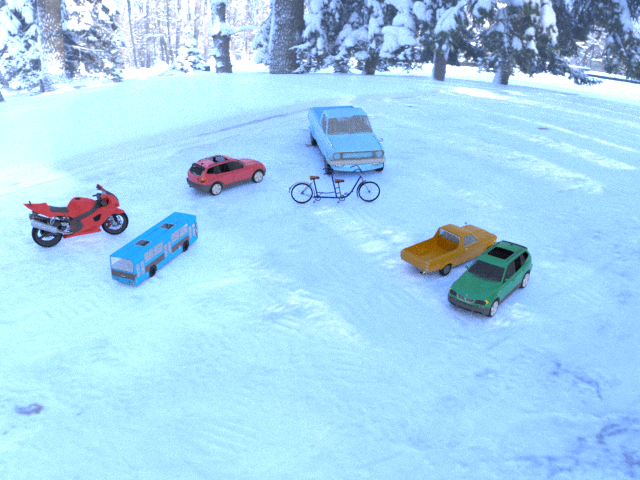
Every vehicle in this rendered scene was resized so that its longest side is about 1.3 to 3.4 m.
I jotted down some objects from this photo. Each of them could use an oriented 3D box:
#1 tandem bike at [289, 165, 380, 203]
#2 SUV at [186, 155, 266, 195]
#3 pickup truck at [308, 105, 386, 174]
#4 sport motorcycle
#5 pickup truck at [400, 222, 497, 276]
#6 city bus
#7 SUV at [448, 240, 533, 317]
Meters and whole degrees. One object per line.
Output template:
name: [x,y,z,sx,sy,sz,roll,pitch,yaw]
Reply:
tandem bike: [0.262,-0.978,12.480,1.642,0.682,0.283,-1,26,-3]
SUV: [-1.766,-1.316,13.288,1.572,0.580,0.656,-21,33,-37]
pickup truck: [0.504,-2.289,14.812,1.244,0.993,3.117,-4,26,-8]
sport motorcycle: [-3.816,-0.364,11.062,1.520,0.821,0.506,-12,28,-23]
pickup truck: [1.955,0.083,10.499,1.603,0.511,0.640,-19,32,-34]
city bus: [-2.441,0.119,10.484,0.476,0.460,1.674,10,28,20]
SUV: [2.359,0.487,9.593,0.656,0.580,1.572,20,32,34]
